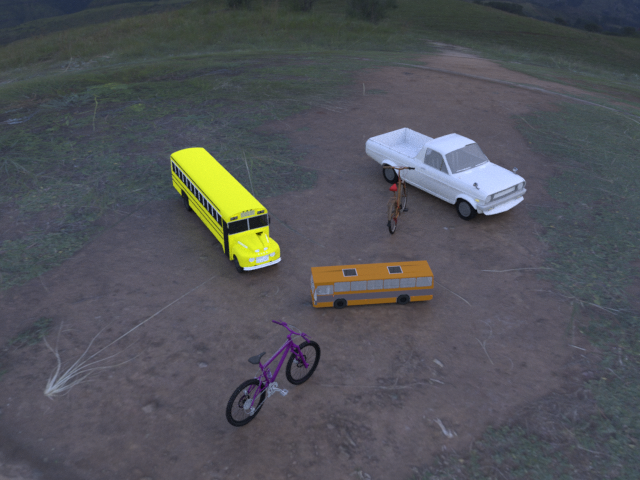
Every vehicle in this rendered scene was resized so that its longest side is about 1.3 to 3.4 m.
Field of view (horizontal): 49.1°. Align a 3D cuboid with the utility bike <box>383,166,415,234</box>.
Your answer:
[{"bbox_3d":[1.253,-0.732,11.649,0.535,0.946,1.435,9,31,15],"label":"utility bike"}]

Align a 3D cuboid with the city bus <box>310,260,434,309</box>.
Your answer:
[{"bbox_3d":[0.714,0.628,9.750,1.674,0.460,0.476,-3,30,-6],"label":"city bus"}]

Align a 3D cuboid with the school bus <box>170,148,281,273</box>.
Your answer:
[{"bbox_3d":[-1.601,-0.559,11.448,0.709,0.844,3.322,-15,33,-24],"label":"school bus"}]

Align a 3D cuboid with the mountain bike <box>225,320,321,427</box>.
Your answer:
[{"bbox_3d":[-0.497,1.474,7.850,0.573,0.868,1.469,24,37,36],"label":"mountain bike"}]

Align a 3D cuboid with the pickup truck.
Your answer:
[{"bbox_3d":[2.216,-1.386,12.749,1.244,0.993,3.117,-21,36,-32],"label":"pickup truck"}]
